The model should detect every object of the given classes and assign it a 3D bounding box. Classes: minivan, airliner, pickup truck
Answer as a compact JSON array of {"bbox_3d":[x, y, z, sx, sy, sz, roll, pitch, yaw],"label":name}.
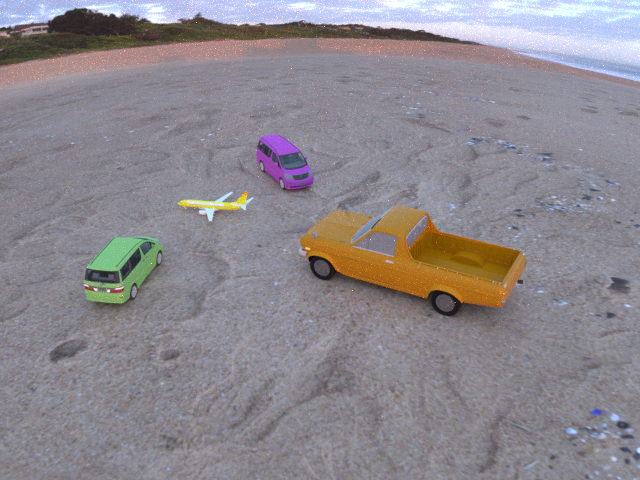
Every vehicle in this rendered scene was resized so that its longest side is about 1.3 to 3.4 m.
[{"bbox_3d":[-0.676,-1.484,13.283,0.681,0.616,1.548,-14,31,-24],"label":"minivan"},{"bbox_3d":[-1.833,-0.681,12.000,1.307,0.429,1.161,5,29,10],"label":"airliner"},{"bbox_3d":[1.259,0.153,9.876,3.117,0.993,1.244,15,32,25],"label":"pickup truck"},{"bbox_3d":[-2.769,0.310,9.983,0.681,0.616,1.548,5,29,9],"label":"minivan"}]
